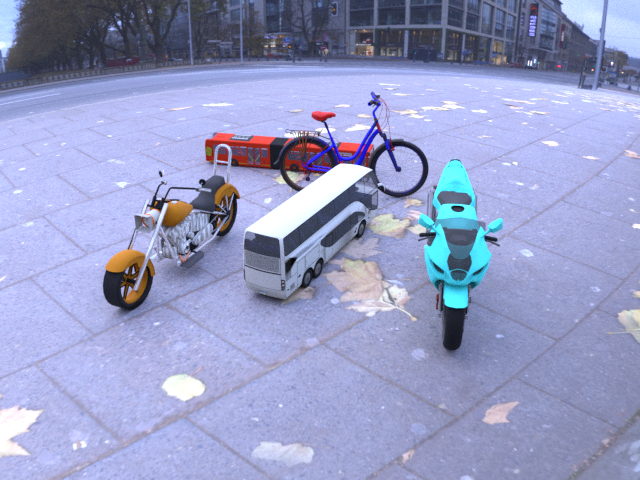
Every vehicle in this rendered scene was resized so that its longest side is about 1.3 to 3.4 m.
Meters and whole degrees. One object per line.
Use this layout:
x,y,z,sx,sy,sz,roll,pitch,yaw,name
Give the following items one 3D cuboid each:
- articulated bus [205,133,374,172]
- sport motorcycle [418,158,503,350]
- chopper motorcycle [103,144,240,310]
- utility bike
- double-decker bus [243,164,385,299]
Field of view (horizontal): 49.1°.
-0.606,-1.712,13.931,3.401,0.561,0.605,6,27,12,articulated bus
1.752,0.099,9.176,0.983,1.596,2.955,4,27,7,sport motorcycle
-2.056,-0.263,10.025,0.906,1.480,3.040,12,29,22,chopper motorcycle
0.553,-1.704,12.492,2.791,1.839,1.039,3,27,6,utility bike
-0.012,-0.252,10.480,0.756,1.052,3.251,13,30,25,double-decker bus
